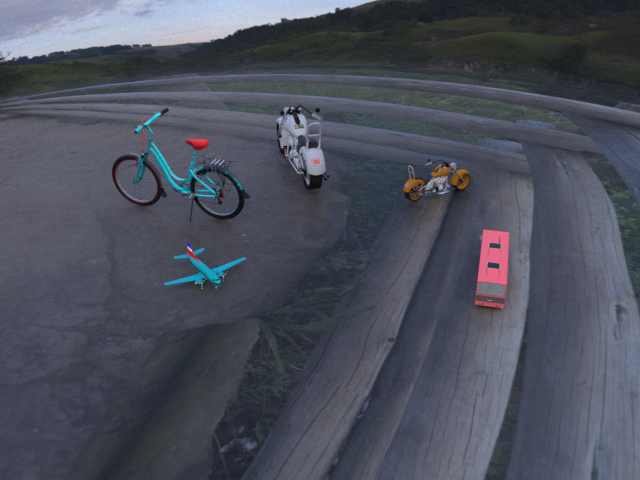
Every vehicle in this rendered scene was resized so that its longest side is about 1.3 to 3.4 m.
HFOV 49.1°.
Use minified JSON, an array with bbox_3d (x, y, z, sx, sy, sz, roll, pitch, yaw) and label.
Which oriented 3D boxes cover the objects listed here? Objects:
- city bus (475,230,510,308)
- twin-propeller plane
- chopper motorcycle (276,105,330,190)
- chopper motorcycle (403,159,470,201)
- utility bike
[{"bbox_3d":[2.611,0.430,10.590,0.476,0.460,1.674,7,29,13],"label":"city bus"},{"bbox_3d":[-1.784,0.403,10.697,1.370,0.407,1.095,-18,33,-31],"label":"twin-propeller plane"},{"bbox_3d":[-0.450,-2.106,14.302,0.906,1.480,3.040,-7,29,-14],"label":"chopper motorcycle"},{"bbox_3d":[2.254,-1.194,13.344,1.563,0.761,0.466,-16,32,-27],"label":"chopper motorcycle"},{"bbox_3d":[-2.566,-1.248,12.292,2.791,1.839,1.039,10,29,17],"label":"utility bike"}]
